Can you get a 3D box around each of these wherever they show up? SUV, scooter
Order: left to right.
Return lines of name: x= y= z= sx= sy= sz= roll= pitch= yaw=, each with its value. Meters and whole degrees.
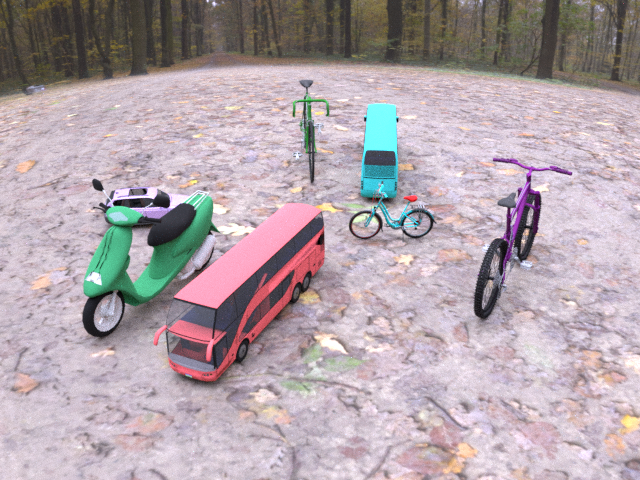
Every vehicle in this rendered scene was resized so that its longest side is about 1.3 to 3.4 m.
SUV: x=-2.877 y=-0.582 z=11.929 sx=1.572 sy=0.580 sz=0.656 roll=-4 pitch=28 yaw=-7
scooter: x=-2.260 y=0.005 z=9.479 sx=1.288 sy=1.786 sz=2.721 roll=14 pitch=31 yaw=26

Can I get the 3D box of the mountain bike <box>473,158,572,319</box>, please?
mountain bike: x=2.716 y=-0.110 z=9.809 sx=1.114 sy=1.688 sz=2.857 roll=15 pitch=31 yaw=26

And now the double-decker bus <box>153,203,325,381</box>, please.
double-decker bus: x=-0.877 y=0.592 z=9.143 sx=0.756 sy=1.052 sz=3.251 roll=12 pitch=30 yaw=22

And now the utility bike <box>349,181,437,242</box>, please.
utility bike: x=1.185 y=-0.409 z=11.197 sx=1.435 sy=0.946 sz=0.535 roll=-1 pitch=27 yaw=-3

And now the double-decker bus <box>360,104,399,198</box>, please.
double-decker bus: x=1.196 y=-1.850 z=13.870 sx=0.756 sy=1.052 sz=3.251 roll=2 pitch=27 yaw=4

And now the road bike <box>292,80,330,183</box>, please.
road bike: x=-0.234 y=-2.322 z=14.126 sx=0.697 sy=1.656 sz=3.004 roll=-2 pitch=27 yaw=-4
